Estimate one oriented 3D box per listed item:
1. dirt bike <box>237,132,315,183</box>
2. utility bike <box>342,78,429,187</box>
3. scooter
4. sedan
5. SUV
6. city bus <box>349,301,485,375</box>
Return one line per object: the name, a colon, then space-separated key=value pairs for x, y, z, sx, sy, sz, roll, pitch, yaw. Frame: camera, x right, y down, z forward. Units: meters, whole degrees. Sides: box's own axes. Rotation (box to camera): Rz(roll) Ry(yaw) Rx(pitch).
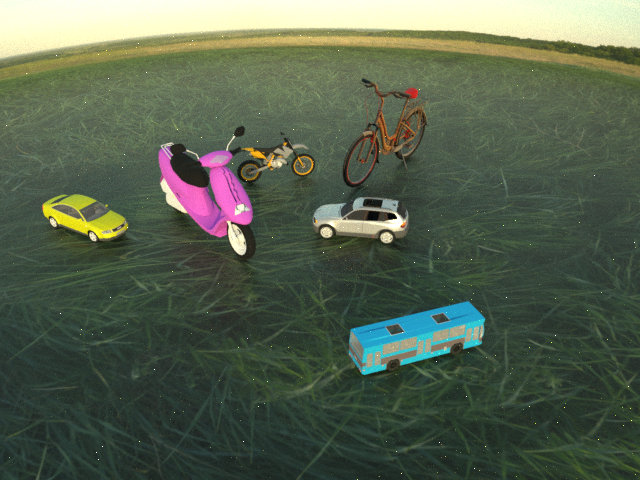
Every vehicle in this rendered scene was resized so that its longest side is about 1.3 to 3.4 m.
dirt bike: x=-0.812 y=-1.510 z=13.013 sx=1.493 sy=0.857 sz=0.527 roll=-8 pitch=31 yaw=-13
utility bike: x=1.377 y=-2.092 z=13.036 sx=1.039 sy=1.839 sz=2.791 roll=22 pitch=37 yaw=33
scooter: x=-1.848 y=-0.907 z=11.054 sx=1.288 sy=1.786 sz=2.721 roll=-22 pitch=37 yaw=-33
sedan: x=-3.868 y=-0.420 z=11.511 sx=1.613 sy=0.483 sz=0.635 roll=17 pitch=34 yaw=27
SUV: x=0.660 y=-0.371 z=11.331 sx=1.572 sy=0.580 sz=0.656 roll=5 pitch=31 yaw=9
city bus: x=1.210 y=1.225 z=8.707 sx=1.674 sy=0.460 sz=0.476 roll=-11 pitch=32 yaw=-18
